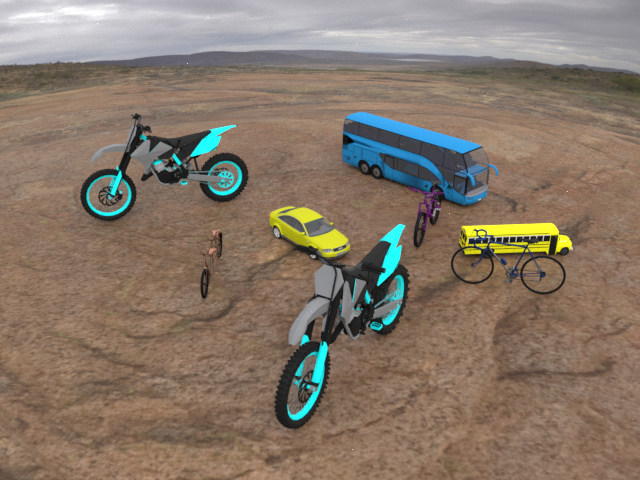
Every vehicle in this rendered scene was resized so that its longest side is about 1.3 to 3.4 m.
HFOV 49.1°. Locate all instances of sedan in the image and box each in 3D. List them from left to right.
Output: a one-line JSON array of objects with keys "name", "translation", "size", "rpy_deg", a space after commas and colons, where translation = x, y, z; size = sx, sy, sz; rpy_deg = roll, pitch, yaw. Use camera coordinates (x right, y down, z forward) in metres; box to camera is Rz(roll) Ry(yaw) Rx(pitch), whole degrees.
[{"name": "sedan", "translation": [-0.178, -0.168, 10.977], "size": [0.635, 0.483, 1.613], "rpy_deg": [-19, 32, -34]}]

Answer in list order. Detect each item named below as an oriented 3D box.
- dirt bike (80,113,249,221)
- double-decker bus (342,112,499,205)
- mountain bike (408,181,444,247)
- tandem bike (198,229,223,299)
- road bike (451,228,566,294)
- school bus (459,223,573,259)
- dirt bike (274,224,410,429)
[{"name": "dirt bike", "translation": [-2.600, -1.254, 11.833], "size": [2.903, 1.666, 1.024], "rpy_deg": [-12, 29, -22]}, {"name": "double-decker bus", "translation": [1.751, -1.547, 13.112], "size": [0.756, 1.052, 3.251], "rpy_deg": [-23, 34, -38]}, {"name": "mountain bike", "translation": [1.736, -0.489, 11.191], "size": [0.573, 0.868, 1.469], "rpy_deg": [11, 28, 21]}, {"name": "tandem bike", "translation": [-1.547, 0.202, 10.011], "size": [0.283, 0.682, 1.642], "rpy_deg": [1, 26, 2]}, {"name": "road bike", "translation": [2.586, 0.301, 9.621], "size": [1.545, 0.852, 0.358], "rpy_deg": [8, 28, 16]}, {"name": "school bus", "translation": [3.009, -0.001, 10.697], "size": [1.708, 0.434, 0.365], "rpy_deg": [-2, 27, -4]}, {"name": "dirt bike", "translation": [0.359, 0.777, 7.748], "size": [1.024, 1.666, 2.903], "rpy_deg": [15, 30, 28]}]
